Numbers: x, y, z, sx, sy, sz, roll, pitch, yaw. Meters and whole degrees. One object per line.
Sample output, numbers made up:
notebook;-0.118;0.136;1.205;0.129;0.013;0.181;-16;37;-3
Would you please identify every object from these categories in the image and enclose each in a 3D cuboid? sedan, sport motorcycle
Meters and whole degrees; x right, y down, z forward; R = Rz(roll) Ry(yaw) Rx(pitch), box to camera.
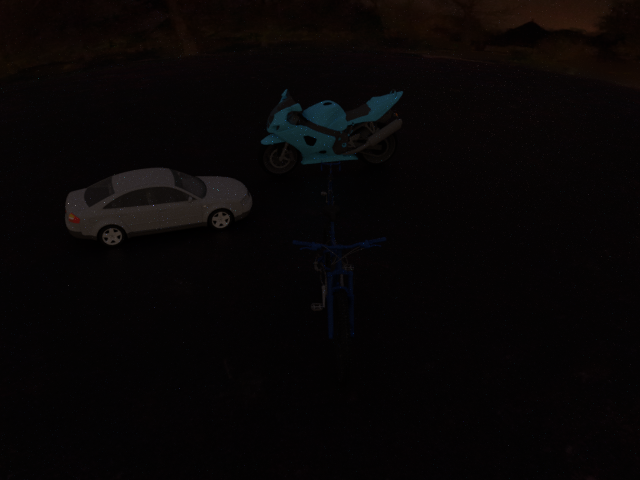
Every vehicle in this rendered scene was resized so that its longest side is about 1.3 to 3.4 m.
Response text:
sedan;-2.725;-0.695;11.948;3.137;0.940;1.235;-9;31;-16
sport motorcycle;0.209;-2.119;13.794;2.955;1.596;0.983;-8;31;-14

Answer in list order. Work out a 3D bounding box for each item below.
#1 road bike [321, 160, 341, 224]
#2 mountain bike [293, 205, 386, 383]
road bike;0.185;-0.877;12.358;0.358;0.852;1.545;0;30;1
mountain bike;0.194;0.480;9.120;1.114;1.688;2.857;-2;30;-4
